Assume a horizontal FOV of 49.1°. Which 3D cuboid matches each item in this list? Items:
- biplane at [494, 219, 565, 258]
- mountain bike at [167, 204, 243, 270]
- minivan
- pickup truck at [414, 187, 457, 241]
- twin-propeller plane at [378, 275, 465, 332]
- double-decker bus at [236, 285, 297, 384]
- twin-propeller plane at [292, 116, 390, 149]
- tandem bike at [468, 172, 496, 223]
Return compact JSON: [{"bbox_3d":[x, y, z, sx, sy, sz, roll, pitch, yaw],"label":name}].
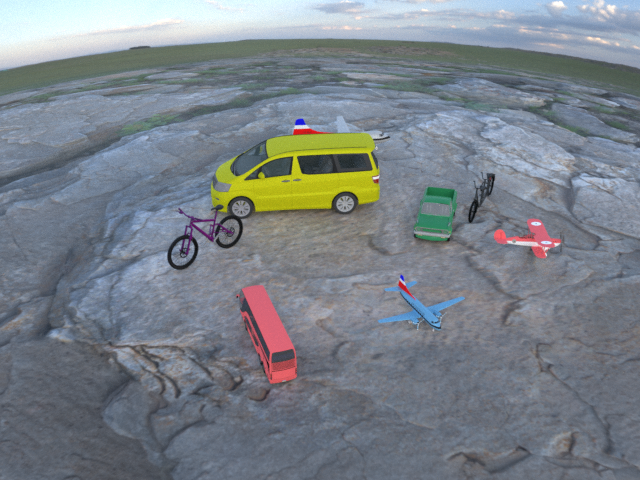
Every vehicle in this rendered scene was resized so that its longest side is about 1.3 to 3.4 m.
[{"bbox_3d":[3.300,-0.001,11.071,1.090,0.504,1.336,3,29,6],"label":"biplane"},{"bbox_3d":[-1.776,-0.107,10.887,0.573,0.868,1.469,25,37,37],"label":"mountain bike"},{"bbox_3d":[-0.453,-1.200,12.517,3.011,1.197,1.324,-3,29,-5],"label":"minivan"},{"bbox_3d":[2.000,-0.512,11.985,0.640,0.511,1.603,7,30,12],"label":"pickup truck"},{"bbox_3d":[1.351,0.875,9.592,1.370,0.407,1.095,-13,31,-22],"label":"twin-propeller plane"},{"bbox_3d":[-0.697,1.145,8.966,0.389,0.541,1.672,-9,30,-16],"label":"double-decker bus"},{"bbox_3d":[0.462,-2.230,14.792,2.129,0.792,2.663,-4,29,-8],"label":"twin-propeller plane"},{"bbox_3d":[2.906,-0.878,12.467,0.283,0.682,1.642,14,32,23],"label":"tandem bike"}]
